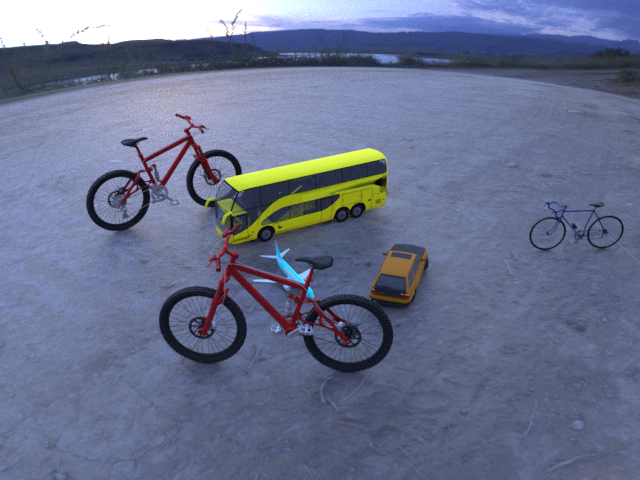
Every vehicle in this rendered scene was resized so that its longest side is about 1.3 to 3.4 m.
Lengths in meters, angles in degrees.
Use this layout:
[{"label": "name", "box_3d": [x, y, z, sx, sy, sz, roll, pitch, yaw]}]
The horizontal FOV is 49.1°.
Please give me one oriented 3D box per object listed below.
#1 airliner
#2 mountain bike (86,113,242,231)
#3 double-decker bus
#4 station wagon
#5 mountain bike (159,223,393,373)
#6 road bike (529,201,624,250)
[{"label": "airliner", "box_3d": [-0.399, 0.448, 10.387, 1.161, 0.429, 1.307, -14, 31, -25]}, {"label": "mountain bike", "box_3d": [-2.643, -1.148, 12.080, 2.857, 1.688, 1.114, -17, 32, -29]}, {"label": "double-decker bus", "box_3d": [-0.318, -0.762, 12.028, 3.251, 1.052, 0.756, -15, 31, -26]}, {"label": "station wagon", "box_3d": [1.206, 0.417, 10.401, 0.682, 0.473, 1.597, 8, 29, 16]}, {"label": "mountain bike", "box_3d": [-0.548, 0.816, 8.329, 2.857, 1.688, 1.114, 3, 28, 5]}, {"label": "road bike", "box_3d": [4.135, -0.228, 11.224, 1.545, 0.852, 0.358, -2, 28, -3]}]
